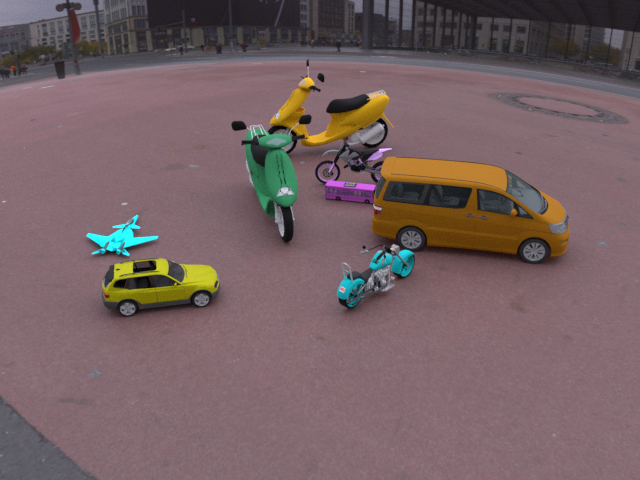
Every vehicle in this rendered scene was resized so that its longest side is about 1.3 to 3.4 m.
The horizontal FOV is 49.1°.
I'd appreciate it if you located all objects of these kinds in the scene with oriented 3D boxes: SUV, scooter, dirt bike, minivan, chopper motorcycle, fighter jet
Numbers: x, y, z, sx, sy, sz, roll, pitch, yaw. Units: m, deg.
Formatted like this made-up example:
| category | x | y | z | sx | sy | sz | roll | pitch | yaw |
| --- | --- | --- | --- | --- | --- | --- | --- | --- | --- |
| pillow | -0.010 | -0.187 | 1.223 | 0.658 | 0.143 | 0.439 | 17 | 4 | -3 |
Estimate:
| category | x | y | z | sx | sy | sz | roll | pitch | yaw |
| --- | --- | --- | --- | --- | --- | --- | --- | --- | --- |
| SUV | -2.152 | 0.571 | 9.476 | 1.572 | 0.580 | 0.656 | -6 | 29 | -12 |
| scooter | 0.203 | -2.644 | 14.170 | 2.721 | 1.786 | 1.288 | -7 | 29 | -12 |
| dirt bike | 0.654 | -1.416 | 12.871 | 1.493 | 0.857 | 0.527 | 0 | 28 | 0 |
| scooter | -0.832 | -1.263 | 11.608 | 1.288 | 1.786 | 2.721 | -8 | 29 | -14 |
| minivan | 2.337 | -0.521 | 10.853 | 3.011 | 1.197 | 1.324 | 6 | 29 | 10 |
| chopper motorcycle | 0.805 | 0.392 | 9.618 | 0.466 | 0.761 | 1.563 | 24 | 36 | 37 |
| fighter jet | -3.129 | -0.175 | 11.170 | 1.147 | 0.286 | 1.358 | 2 | 28 | 4 |

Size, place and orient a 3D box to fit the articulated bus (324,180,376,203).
| category | x | y | z | sx | sy | sz | roll | pitch | yaw |
| --- | --- | --- | --- | --- | --- | --- | --- | --- | --- |
| articulated bus | 0.939 | -0.810 | 12.346 | 1.749 | 0.289 | 0.311 | 7 | 29 | 12 |
